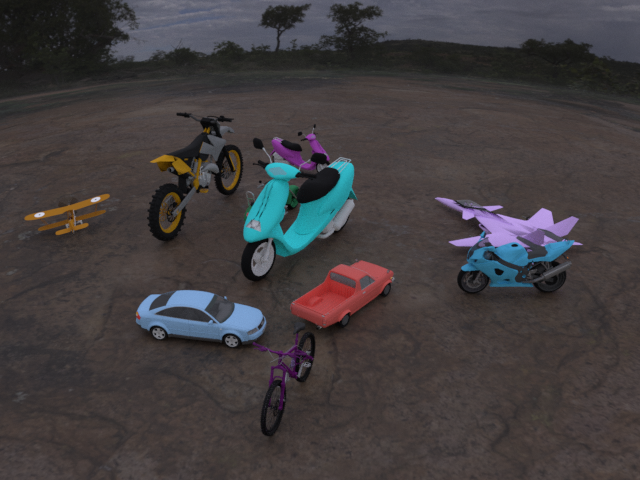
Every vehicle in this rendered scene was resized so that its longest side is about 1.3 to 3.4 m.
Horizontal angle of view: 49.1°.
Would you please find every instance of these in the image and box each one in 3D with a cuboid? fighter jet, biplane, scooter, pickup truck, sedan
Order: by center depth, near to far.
[{"bbox_3d":[-1.464,0.922,8.634,1.613,0.483,0.635,5,26,10],"label":"sedan"},{"bbox_3d":[0.323,0.652,9.155,0.640,0.511,1.603,19,32,34],"label":"pickup truck"},{"bbox_3d":[-0.261,-0.617,10.299,1.288,1.786,2.721,17,31,32],"label":"scooter"},{"bbox_3d":[-3.999,-0.334,11.180,1.336,0.504,1.090,-9,28,-18],"label":"biplane"},{"bbox_3d":[2.798,-0.420,11.295,2.229,0.557,2.640,-17,31,-32],"label":"fighter jet"},{"bbox_3d":[-0.385,-1.762,13.628,1.399,0.919,0.662,14,29,26],"label":"scooter"}]

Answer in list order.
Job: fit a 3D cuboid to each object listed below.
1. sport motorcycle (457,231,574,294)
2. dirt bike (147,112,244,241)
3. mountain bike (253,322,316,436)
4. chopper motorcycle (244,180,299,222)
[{"bbox_3d":[2.619,0.345,9.430,1.520,0.821,0.506,-1,26,-2],"label":"sport motorcycle"},{"bbox_3d":[-2.018,-1.183,11.594,1.024,1.666,2.903,10,28,20],"label":"dirt bike"},{"bbox_3d":[-0.317,1.350,7.321,0.573,0.868,1.469,9,27,17],"label":"mountain bike"},{"bbox_3d":[-0.766,-0.681,11.596,0.466,0.761,1.563,13,29,25],"label":"chopper motorcycle"}]
